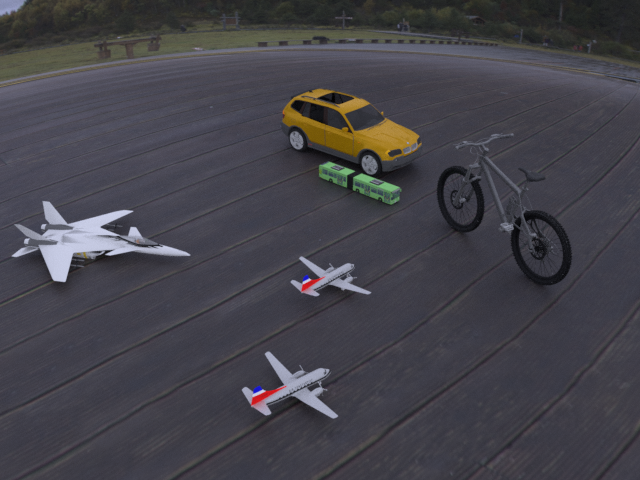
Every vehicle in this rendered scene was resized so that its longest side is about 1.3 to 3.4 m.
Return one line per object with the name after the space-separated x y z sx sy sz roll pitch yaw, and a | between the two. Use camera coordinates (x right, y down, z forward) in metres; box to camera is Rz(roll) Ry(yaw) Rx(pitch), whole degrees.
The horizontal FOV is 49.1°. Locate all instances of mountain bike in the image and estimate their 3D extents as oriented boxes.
2.678 -0.532 10.400 1.114 1.688 2.857 -15 33 -25 | mountain bike

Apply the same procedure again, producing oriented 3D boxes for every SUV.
0.584 -2.236 13.967 3.058 1.128 1.276 24 37 35 | SUV

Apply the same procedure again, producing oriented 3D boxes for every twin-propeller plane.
0.127 0.501 9.877 1.370 0.407 1.095 26 39 38 | twin-propeller plane
-0.312 1.628 7.892 1.095 0.407 1.370 -20 35 -31 | twin-propeller plane

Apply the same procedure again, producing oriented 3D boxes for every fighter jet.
-3.245 -0.055 10.705 2.640 0.557 2.229 6 30 10 | fighter jet

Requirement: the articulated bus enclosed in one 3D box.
0.698 -1.047 12.724 1.749 0.289 0.311 25 38 36 | articulated bus
